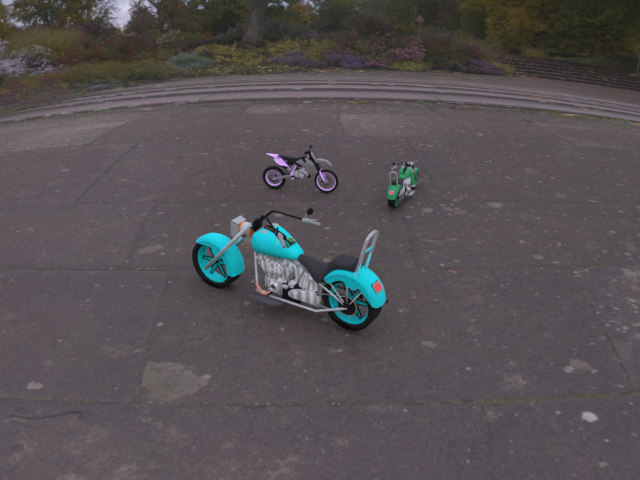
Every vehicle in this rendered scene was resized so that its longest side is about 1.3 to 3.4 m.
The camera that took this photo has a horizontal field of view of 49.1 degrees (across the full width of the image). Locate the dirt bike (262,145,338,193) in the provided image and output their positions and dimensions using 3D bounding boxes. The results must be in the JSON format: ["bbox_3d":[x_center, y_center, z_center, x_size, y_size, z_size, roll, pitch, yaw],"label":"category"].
[{"bbox_3d":[-0.378,-1.335,13.297,1.493,0.857,0.527,6,26,11],"label":"dirt bike"}]

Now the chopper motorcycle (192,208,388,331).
[{"bbox_3d":[-0.505,0.241,9.297,3.040,1.480,0.906,16,30,29],"label":"chopper motorcycle"}]

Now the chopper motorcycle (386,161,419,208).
[{"bbox_3d":[1.564,-1.130,12.980,0.466,0.761,1.563,11,28,21],"label":"chopper motorcycle"}]
